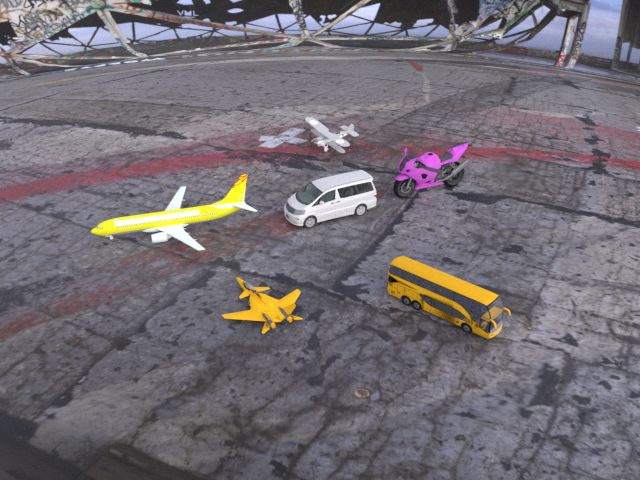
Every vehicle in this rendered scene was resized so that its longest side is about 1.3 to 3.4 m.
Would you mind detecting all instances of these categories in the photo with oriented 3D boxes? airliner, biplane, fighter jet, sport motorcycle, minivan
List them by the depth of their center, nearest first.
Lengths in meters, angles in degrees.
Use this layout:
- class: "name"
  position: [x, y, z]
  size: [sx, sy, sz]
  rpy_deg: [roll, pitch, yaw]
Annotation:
- class: "fighter jet"
  position: [-0.825, 0.737, 9.369]
  size: [1.147, 0.286, 1.358]
  rpy_deg: [-17, 34, -28]
- class: "airliner"
  position: [-2.322, -0.510, 11.010]
  size: [2.541, 0.835, 2.257]
  rpy_deg: [-8, 31, -14]
- class: "minivan"
  position: [0.164, -0.694, 11.557]
  size: [1.548, 0.616, 0.681]
  rpy_deg: [-14, 32, -23]
- class: "sport motorcycle"
  position: [1.945, -1.231, 12.295]
  size: [1.520, 0.821, 0.506]
  rpy_deg: [-15, 33, -24]
- class: "biplane"
  position: [0.271, -2.090, 14.129]
  size: [1.090, 0.504, 1.336]
  rpy_deg: [-20, 35, -31]

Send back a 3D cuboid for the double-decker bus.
- class: "double-decker bus"
  position: [1.631, 0.741, 9.104]
  size: [1.672, 0.541, 0.389]
  rpy_deg: [23, 37, 35]
